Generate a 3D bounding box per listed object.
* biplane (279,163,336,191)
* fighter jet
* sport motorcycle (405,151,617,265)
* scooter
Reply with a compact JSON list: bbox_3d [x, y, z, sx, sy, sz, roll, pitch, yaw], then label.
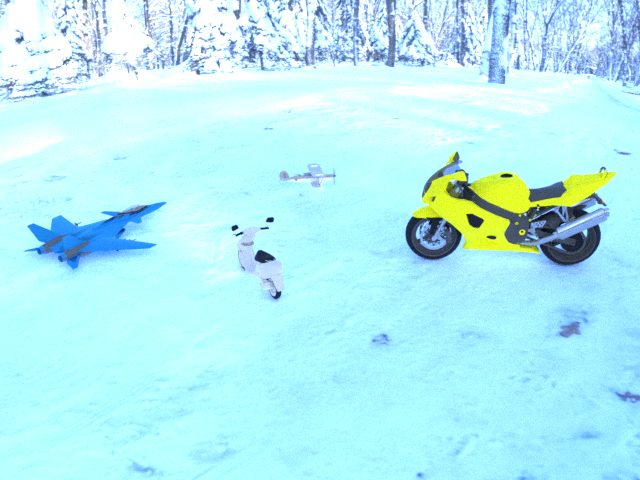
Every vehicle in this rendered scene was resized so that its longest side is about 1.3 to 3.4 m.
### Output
[{"bbox_3d":[-0.231,-1.193,13.354,1.090,0.504,1.336,-3,26,-6],"label":"biplane"},{"bbox_3d":[-3.441,-0.347,11.519,2.229,0.557,2.640,15,29,28],"label":"fighter jet"},{"bbox_3d":[2.775,-0.398,10.420,2.955,1.596,0.983,2,26,4],"label":"sport motorcycle"},{"bbox_3d":[-0.868,0.211,9.930,0.662,0.919,1.399,-14,29,-27],"label":"scooter"}]
